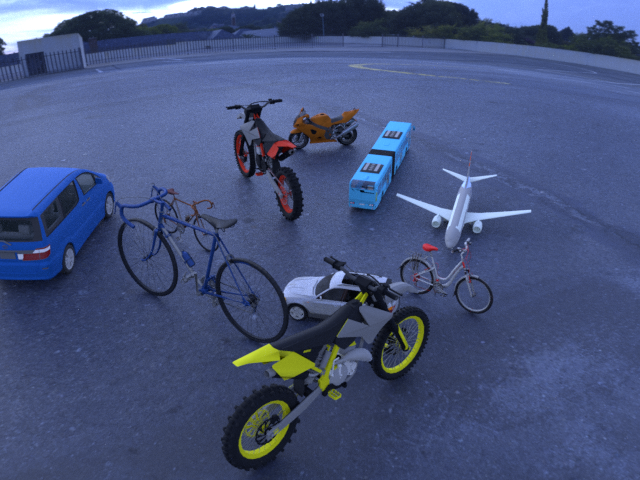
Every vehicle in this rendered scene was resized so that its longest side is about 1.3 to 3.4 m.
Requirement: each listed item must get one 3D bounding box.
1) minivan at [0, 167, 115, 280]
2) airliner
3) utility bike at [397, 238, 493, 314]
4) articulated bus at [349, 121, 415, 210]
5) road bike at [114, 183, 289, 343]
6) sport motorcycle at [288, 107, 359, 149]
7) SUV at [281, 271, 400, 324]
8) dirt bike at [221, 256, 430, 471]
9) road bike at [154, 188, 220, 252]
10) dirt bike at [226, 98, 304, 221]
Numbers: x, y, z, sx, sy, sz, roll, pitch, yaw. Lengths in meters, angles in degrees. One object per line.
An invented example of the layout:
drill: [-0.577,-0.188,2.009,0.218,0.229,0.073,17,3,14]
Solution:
minivan: [-4.162,-0.480,10.806,1.324,1.197,3.011,2,28,3]
airliner: [2.327,-0.667,11.535,2.257,0.835,2.541,8,29,15]
utility bike: [1.700,0.406,9.428,1.435,0.946,0.535,18,33,30]
articulated bus: [1.211,-1.497,13.365,0.605,0.561,3.401,8,29,15]
road bike: [-1.597,0.276,8.920,3.004,1.656,0.696,19,33,31]
sport motorcycle: [0.080,-2.338,14.653,1.520,0.821,0.506,-7,29,-12]
SUV: [0.271,0.730,9.212,1.572,0.580,0.656,7,29,13]
dirt bike: [0.171,1.171,7.247,2.903,1.666,1.024,-23,36,-36]
road bike: [-2.106,-0.350,10.930,1.545,0.852,0.358,22,35,35]
dirt bike: [-0.987,-1.526,12.254,1.024,1.666,2.903,-13,31,-23]
